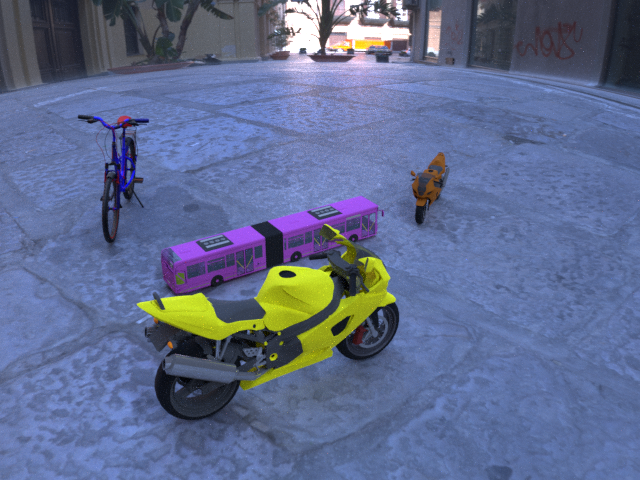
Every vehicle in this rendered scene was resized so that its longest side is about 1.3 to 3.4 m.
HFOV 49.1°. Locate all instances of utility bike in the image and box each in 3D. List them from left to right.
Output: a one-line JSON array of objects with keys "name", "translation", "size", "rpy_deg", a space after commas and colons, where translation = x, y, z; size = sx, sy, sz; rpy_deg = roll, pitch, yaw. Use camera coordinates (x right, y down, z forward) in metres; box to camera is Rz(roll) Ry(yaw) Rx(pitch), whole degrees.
[{"name": "utility bike", "translation": [-3.124, -1.224, 11.201], "size": [1.039, 1.839, 2.791], "rpy_deg": [-2, 27, -4]}]

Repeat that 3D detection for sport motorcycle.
[{"name": "sport motorcycle", "translation": [-0.386, 0.887, 7.374], "size": [2.955, 1.596, 0.983], "rpy_deg": [-14, 31, -26]}, {"name": "sport motorcycle", "translation": [1.827, -0.875, 11.634], "size": [0.506, 0.821, 1.520], "rpy_deg": [10, 29, 19]}]

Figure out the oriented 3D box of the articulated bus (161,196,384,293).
[{"name": "articulated bus", "translation": [-0.607, 0.021, 10.181], "size": [3.401, 0.561, 0.605], "rpy_deg": [-17, 32, -29]}]
